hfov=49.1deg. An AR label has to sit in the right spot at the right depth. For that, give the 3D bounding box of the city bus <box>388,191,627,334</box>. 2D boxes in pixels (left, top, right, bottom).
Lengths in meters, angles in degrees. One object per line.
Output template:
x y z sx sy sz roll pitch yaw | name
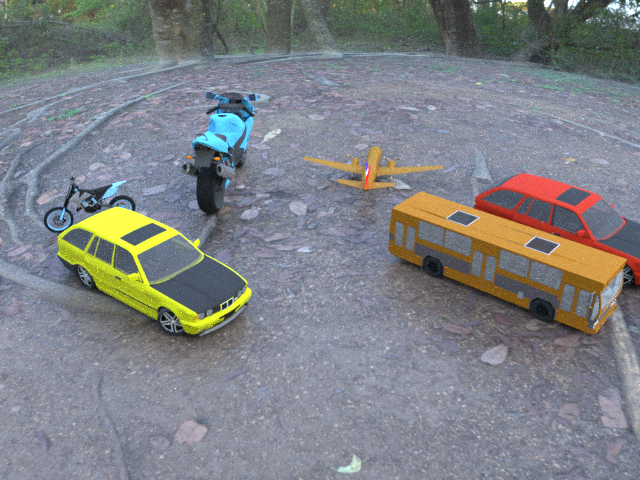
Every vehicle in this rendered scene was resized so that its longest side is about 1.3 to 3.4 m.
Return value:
2.539 0.271 9.995 3.255 0.894 0.926 23 36 34 | city bus

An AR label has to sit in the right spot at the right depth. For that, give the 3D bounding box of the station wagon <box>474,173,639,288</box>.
3.937 -0.256 10.906 3.105 0.920 1.327 24 37 36 | station wagon

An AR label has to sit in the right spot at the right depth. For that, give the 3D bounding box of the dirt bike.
-3.821 -0.601 11.582 1.493 0.857 0.527 -14 32 -23 | dirt bike

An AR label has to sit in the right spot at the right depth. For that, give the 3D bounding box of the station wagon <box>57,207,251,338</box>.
-2.387 0.326 9.871 3.105 0.920 1.327 21 36 33 | station wagon

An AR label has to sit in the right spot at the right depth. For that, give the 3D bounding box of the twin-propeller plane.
0.964 -1.436 13.133 2.663 0.792 2.129 5 30 8 | twin-propeller plane

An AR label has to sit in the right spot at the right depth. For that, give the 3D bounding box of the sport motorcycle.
-1.751 -1.677 12.741 0.983 1.596 2.955 4 30 7 | sport motorcycle
